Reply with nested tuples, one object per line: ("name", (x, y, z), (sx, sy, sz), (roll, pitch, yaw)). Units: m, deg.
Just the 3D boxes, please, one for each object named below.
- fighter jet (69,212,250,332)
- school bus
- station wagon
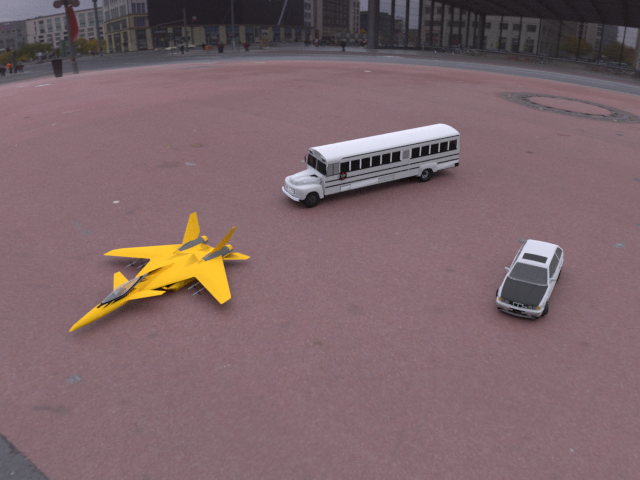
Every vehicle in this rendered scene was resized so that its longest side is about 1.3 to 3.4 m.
("fighter jet", (-2.204, 0.425, 9.141), (2.229, 0.557, 2.640), (18, 33, 30))
("school bus", (0.921, -1.339, 12.203), (3.322, 0.844, 0.709), (-14, 31, -25))
("station wagon", (2.777, 0.452, 9.179), (0.682, 0.473, 1.597), (13, 30, 24))
